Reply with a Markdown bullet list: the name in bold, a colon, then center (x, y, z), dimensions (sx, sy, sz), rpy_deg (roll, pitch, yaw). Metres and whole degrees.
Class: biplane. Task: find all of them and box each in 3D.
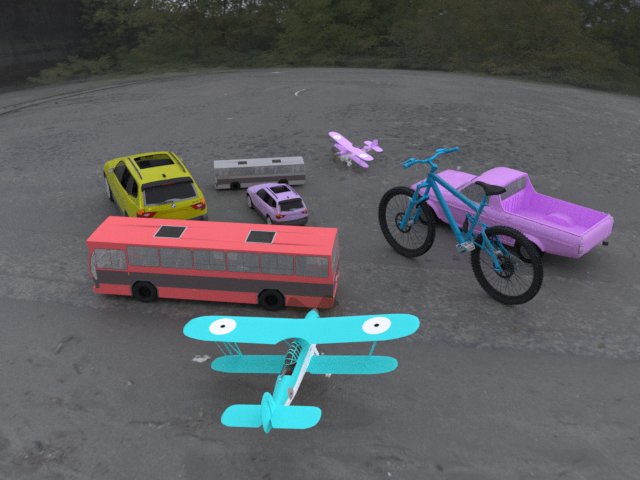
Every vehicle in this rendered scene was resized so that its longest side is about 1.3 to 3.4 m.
- **biplane**: center (-0.319, 1.310, 7.370), dimensions (2.598, 0.981, 2.120), rpy_deg (6, 27, 11)
- **biplane**: center (0.739, -1.780, 14.036), dimensions (1.090, 0.504, 1.336), rpy_deg (-17, 31, -30)

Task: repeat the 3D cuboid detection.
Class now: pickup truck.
- **pickup truck**: center (2.917, -0.530, 11.011), dimensions (3.117, 0.993, 1.244), rpy_deg (24, 35, 38)

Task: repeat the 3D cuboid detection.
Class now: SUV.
- **SUV**: center (-0.730, -0.661, 11.729), dimensions (0.656, 0.580, 1.572), rpy_deg (-12, 29, -22)
- **SUV**: center (-2.792, -0.927, 11.649), dimensions (1.276, 1.128, 3.058), rpy_deg (-12, 29, -22)

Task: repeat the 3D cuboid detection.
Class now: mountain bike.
- **mountain bike**: center (1.861, -0.235, 9.652), dimensions (1.114, 1.688, 2.857), rpy_deg (-21, 34, -36)

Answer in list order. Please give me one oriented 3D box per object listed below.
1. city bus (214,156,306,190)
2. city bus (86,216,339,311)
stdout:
- **city bus**: center (-1.123, -1.232, 12.997), dimensions (1.674, 0.460, 0.476), rpy_deg (-4, 27, -7)
- **city bus**: center (-1.394, 0.320, 9.432), dimensions (3.255, 0.894, 0.926), rpy_deg (3, 27, 6)
